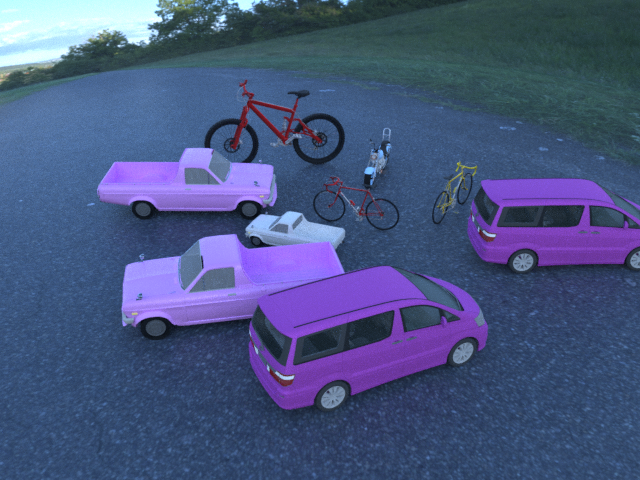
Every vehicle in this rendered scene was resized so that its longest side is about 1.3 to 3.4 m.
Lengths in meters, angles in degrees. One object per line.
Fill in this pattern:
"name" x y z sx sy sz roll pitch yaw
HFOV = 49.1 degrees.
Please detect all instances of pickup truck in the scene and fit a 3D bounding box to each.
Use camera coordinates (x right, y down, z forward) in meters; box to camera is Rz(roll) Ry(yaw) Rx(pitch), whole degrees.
"pickup truck" -2.339 -1.069 12.586 3.117 0.993 1.244 0 29 0
"pickup truck" -1.192 0.521 9.716 3.117 0.993 1.244 -6 29 -10
"pickup truck" -0.410 -0.142 11.410 1.603 0.511 0.640 11 31 19

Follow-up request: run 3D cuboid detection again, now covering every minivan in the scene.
"minivan" 3.903 -0.289 10.967 3.011 1.197 1.324 -1 29 -2
"minivan" 0.661 1.036 8.576 3.011 1.197 1.324 -13 32 -23

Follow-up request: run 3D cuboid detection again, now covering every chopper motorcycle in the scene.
"chopper motorcycle" 1.139 -1.623 13.826 0.466 0.761 1.563 9 30 16

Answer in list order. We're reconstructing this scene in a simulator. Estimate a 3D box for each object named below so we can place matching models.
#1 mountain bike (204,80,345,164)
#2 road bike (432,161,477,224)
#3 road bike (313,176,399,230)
"mountain bike" -0.897 -2.249 14.000 2.857 1.688 1.114 -5 29 -9
"road bike" 2.360 -0.855 12.346 0.358 0.852 1.545 19 34 31
"road bike" 0.606 -0.622 11.925 1.545 0.852 0.358 10 30 17
